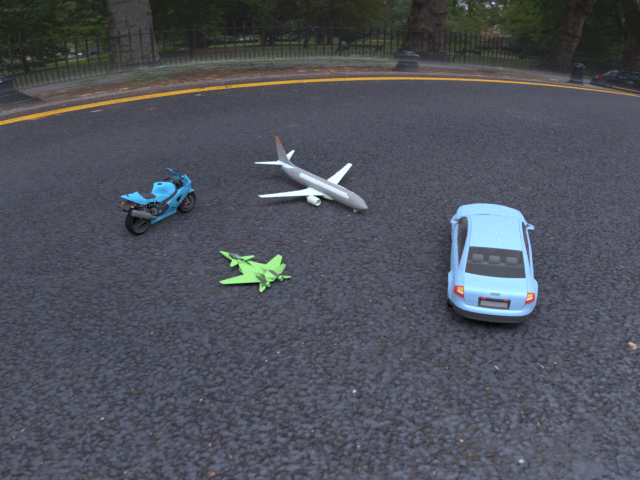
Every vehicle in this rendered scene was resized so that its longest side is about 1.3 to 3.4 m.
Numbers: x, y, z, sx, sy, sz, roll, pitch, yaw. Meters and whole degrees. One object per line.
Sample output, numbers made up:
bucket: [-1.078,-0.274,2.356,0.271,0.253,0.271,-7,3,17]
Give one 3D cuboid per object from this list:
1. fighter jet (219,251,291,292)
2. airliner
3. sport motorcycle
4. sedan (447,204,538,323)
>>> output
fighter jet: [-1.099,0.332,10.541,1.147,0.286,1.358,-25,37,-38]
airliner: [-0.040,-1.195,12.791,2.257,0.835,2.541,-24,36,-36]
sport motorcycle: [-2.692,-0.657,11.809,0.506,0.821,1.520,21,35,33]
sedan: [2.509,0.114,10.258,1.235,0.940,3.137,5,29,10]
